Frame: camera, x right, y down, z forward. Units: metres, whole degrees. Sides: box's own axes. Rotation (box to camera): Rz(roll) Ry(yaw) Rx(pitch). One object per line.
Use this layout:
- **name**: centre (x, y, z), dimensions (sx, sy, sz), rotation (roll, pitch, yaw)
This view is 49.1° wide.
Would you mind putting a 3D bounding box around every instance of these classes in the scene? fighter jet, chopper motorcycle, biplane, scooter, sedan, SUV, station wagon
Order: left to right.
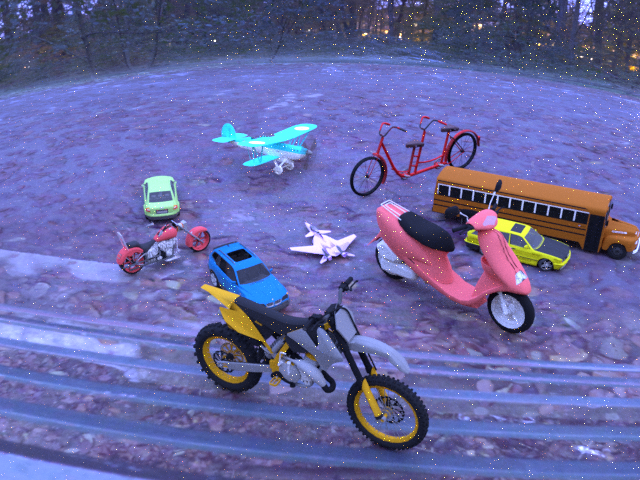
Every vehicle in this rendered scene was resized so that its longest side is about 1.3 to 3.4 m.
- **sedan**: centre (-2.871, -0.842, 12.585), dimensions (0.635, 0.483, 1.613), rotation (-7, 29, -12)
- **chopper motorcycle**: centre (-2.390, 0.009, 10.744), dimensions (1.563, 0.761, 0.466), rotation (-22, 36, -34)
- **SUV**: centre (-1.046, 0.532, 9.977), dimensions (0.656, 0.580, 1.572), rotation (-18, 33, -29)
- **biplane**: centre (-1.064, -1.894, 13.987), dimensions (2.120, 0.981, 2.598), rotation (14, 32, 24)
- **fighter jet**: centre (0.014, -0.075, 11.391), dimensions (1.147, 0.286, 1.358), rotation (-12, 31, -20)
- **scooter**: centre (1.761, 0.082, 9.544), dimensions (2.721, 1.786, 1.288), rotation (25, 37, 37)
- **station wagon**: centre (3.123, 0.025, 11.014), dimensions (1.597, 0.473, 0.682), rotation (15, 32, 26)

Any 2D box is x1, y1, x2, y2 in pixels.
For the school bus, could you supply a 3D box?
- **school bus**: centre (3.552, -0.496, 11.579), dimensions (3.322, 0.844, 0.709), rotation (14, 32, 23)

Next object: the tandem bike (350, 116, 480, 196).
- **tandem bike**: centre (1.886, -1.714, 13.301), dimensions (3.192, 1.326, 0.550), rotation (-17, 33, -28)

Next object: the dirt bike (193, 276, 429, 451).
- **dirt bike**: centre (-0.178, 1.250, 7.536), dimensions (2.903, 1.666, 1.024), rotation (14, 32, 24)
